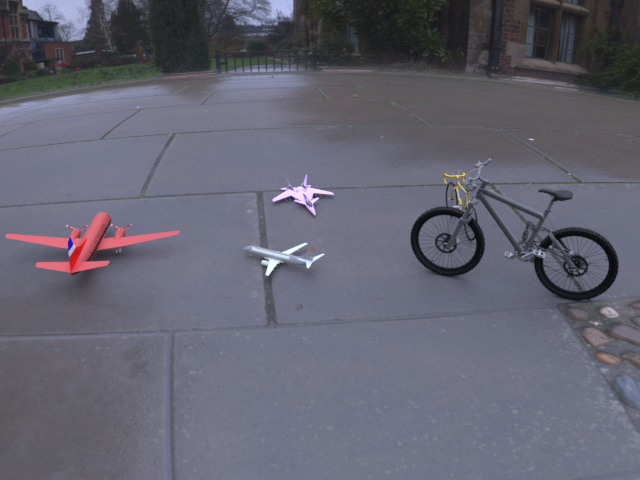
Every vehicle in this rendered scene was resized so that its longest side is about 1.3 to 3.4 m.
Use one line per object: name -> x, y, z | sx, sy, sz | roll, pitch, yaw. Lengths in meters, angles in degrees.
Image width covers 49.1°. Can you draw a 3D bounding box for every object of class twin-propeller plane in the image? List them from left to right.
twin-propeller plane -> -3.502, -0.061, 10.631 | 2.663, 0.792, 2.129 | -1, 27, -2

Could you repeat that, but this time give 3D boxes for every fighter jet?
fighter jet -> -0.272, -0.801, 12.661 | 1.147, 0.286, 1.358 | -7, 28, -14

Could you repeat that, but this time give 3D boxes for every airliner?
airliner -> -0.620, 0.165, 10.585 | 1.307, 0.429, 1.161 | 14, 30, 25

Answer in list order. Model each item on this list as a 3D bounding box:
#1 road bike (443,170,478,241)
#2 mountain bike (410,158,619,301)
road bike -> 2.354, -0.610, 11.653 | 0.358, 0.852, 1.545 | -4, 27, -8
mountain bike -> 2.658, -0.091, 9.696 | 2.857, 1.688, 1.114 | 11, 29, 20
